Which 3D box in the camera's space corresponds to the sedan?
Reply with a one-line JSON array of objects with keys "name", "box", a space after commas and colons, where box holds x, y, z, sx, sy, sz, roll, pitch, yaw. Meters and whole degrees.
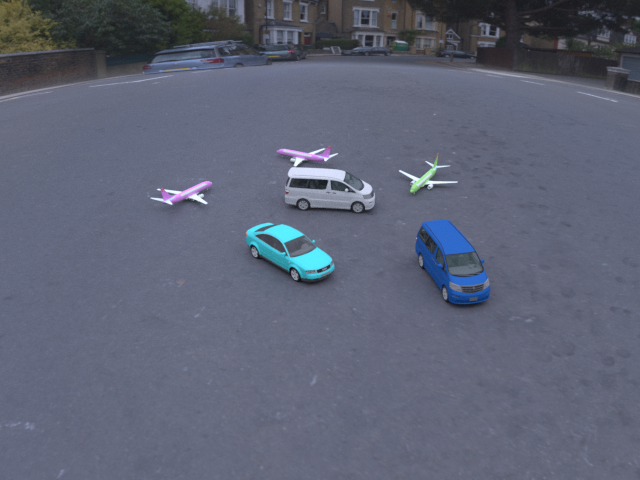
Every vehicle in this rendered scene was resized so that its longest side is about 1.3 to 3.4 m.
[{"name": "sedan", "box": [-0.456, 0.120, 10.279, 0.635, 0.483, 1.613, -22, 35, -36]}]

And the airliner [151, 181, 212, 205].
[{"name": "airliner", "box": [-2.344, -0.908, 12.343, 1.161, 0.429, 1.307, 16, 31, 29]}]

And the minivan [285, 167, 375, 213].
[{"name": "minivan", "box": [0.179, -0.882, 12.088, 1.548, 0.616, 0.681, 3, 27, 6]}]

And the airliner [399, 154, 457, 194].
[{"name": "airliner", "box": [1.947, -1.221, 12.953, 1.161, 0.429, 1.307, 15, 31, 26]}]

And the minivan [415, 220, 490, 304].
[{"name": "minivan", "box": [1.847, 0.291, 9.800, 0.681, 0.616, 1.548, -6, 28, -11]}]

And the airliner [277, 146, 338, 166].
[{"name": "airliner", "box": [-0.326, -1.777, 14.039, 1.307, 0.429, 1.161, 15, 31, 27]}]
